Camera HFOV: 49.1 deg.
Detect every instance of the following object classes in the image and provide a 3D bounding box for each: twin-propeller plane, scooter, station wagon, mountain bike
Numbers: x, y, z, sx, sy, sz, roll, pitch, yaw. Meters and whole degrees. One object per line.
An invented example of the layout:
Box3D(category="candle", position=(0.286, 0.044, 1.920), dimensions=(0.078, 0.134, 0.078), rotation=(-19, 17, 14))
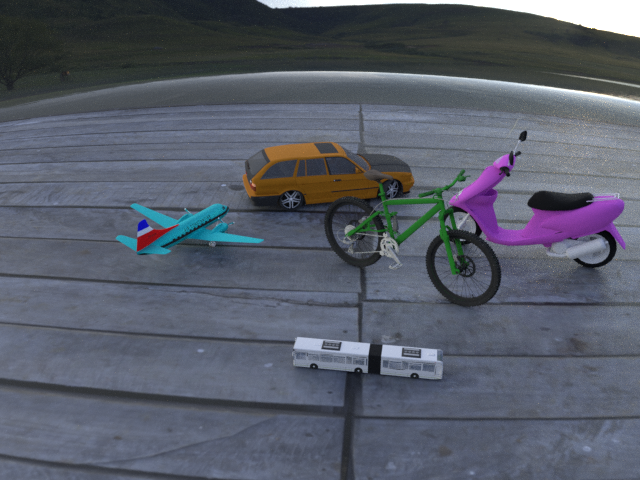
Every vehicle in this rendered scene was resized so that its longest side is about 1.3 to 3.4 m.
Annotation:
Box3D(category="twin-propeller plane", position=(-2.094, -0.265, 10.896), dimensions=(2.663, 0.792, 2.129), rotation=(15, 30, 28))
Box3D(category="scooter", position=(3.158, -0.562, 10.377), dimensions=(2.721, 1.786, 1.288), rotation=(11, 28, 20))
Box3D(category="station wagon", position=(0.173, -1.255, 12.742), dimensions=(3.105, 0.920, 1.327), rotation=(-6, 27, -12))
Box3D(category="mountain bike", position=(1.193, -0.137, 9.633), dimensions=(2.857, 1.688, 1.114), rotation=(20, 33, 34))

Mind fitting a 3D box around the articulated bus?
Box3D(category="articulated bus", position=(0.546, 1.376, 8.162), dimensions=(1.749, 0.289, 0.311), rotation=(4, 27, 8))
